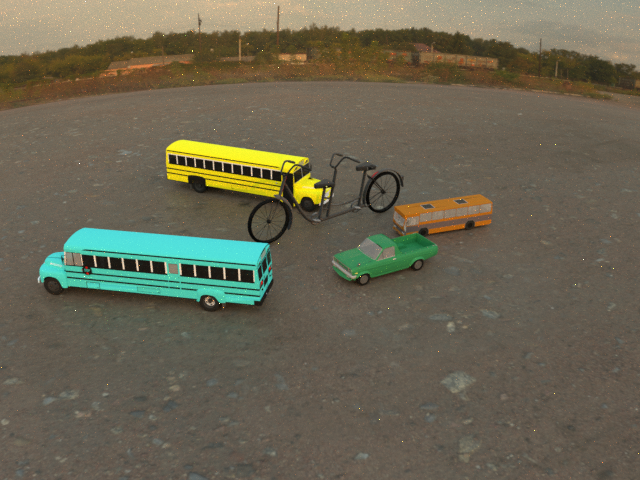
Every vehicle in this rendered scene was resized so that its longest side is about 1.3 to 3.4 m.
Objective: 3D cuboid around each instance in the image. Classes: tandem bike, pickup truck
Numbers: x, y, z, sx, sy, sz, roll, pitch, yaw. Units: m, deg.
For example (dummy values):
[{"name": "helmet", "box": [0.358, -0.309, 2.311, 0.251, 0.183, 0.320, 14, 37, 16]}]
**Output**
[{"name": "tandem bike", "box": [0.182, -0.825, 11.735, 3.192, 1.326, 0.550, -16, 30, -31]}, {"name": "pickup truck", "box": [0.985, 0.204, 10.503, 1.603, 0.511, 0.640, -13, 28, -26]}]

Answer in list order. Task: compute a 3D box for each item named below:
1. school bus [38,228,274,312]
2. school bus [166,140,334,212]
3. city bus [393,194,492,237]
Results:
[{"name": "school bus", "box": [-2.341, 0.375, 9.747, 3.322, 0.844, 0.709, 5, 26, 10]}, {"name": "school bus", "box": [-1.343, -1.250, 13.206, 3.322, 0.844, 0.709, 11, 27, 22]}, {"name": "city bus", "box": [2.077, -0.395, 11.839, 1.674, 0.460, 0.476, -9, 27, -18]}]
